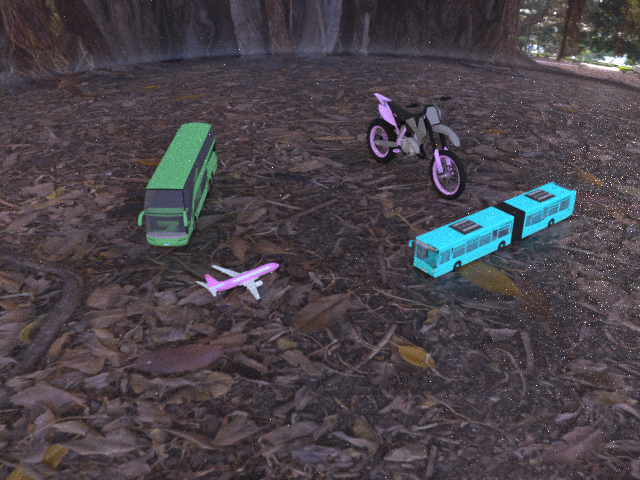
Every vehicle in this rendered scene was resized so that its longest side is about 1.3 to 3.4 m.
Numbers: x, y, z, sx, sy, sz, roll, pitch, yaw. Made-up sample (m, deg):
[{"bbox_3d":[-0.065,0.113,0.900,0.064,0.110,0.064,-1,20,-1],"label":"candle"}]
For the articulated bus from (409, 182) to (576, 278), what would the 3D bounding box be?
[{"bbox_3d":[2.872,-0.223,11.274,3.401,0.561,0.605,-20,35,-32],"label":"articulated bus"}]

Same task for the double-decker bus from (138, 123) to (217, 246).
[{"bbox_3d":[-2.376,-1.006,12.168,0.756,1.052,3.251,1,29,1],"label":"double-decker bus"}]

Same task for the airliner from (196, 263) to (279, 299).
[{"bbox_3d":[-1.119,0.474,10.167,1.307,0.429,1.161,-23,36,-34],"label":"airliner"}]

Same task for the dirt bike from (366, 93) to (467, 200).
[{"bbox_3d":[1.774,-1.905,13.141,1.024,1.666,2.903,-17,34,-28],"label":"dirt bike"}]
